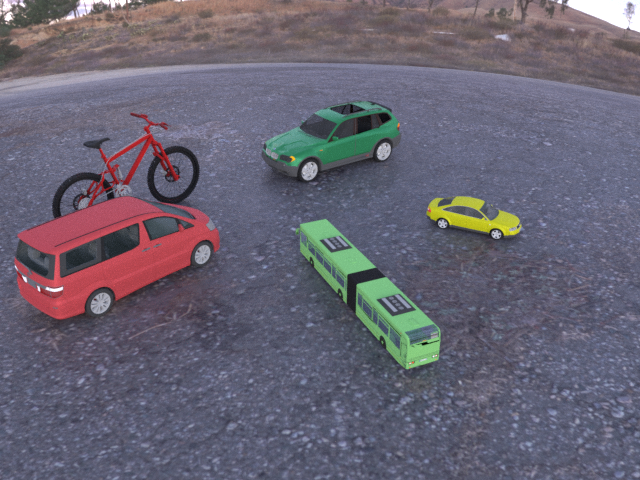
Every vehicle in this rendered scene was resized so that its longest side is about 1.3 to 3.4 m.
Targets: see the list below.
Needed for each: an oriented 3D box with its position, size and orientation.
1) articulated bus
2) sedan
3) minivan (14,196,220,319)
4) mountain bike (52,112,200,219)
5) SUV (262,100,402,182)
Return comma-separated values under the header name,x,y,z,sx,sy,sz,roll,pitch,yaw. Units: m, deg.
name,x,y,z,sx,sy,sz,roll,pitch,yaw
articulated bus,0.572,0.631,9.908,0.605,0.561,3.401,-12,30,-21
sedan,2.635,-0.433,11.990,1.613,0.483,0.635,13,31,23
minivan,-2.873,0.057,10.310,1.324,1.197,3.011,22,35,35
mountain bike,-3.289,-1.154,12.063,2.857,1.688,1.114,-25,37,-38
SUV,0.270,-2.127,14.489,3.058,1.128,1.276,-18,33,-30
